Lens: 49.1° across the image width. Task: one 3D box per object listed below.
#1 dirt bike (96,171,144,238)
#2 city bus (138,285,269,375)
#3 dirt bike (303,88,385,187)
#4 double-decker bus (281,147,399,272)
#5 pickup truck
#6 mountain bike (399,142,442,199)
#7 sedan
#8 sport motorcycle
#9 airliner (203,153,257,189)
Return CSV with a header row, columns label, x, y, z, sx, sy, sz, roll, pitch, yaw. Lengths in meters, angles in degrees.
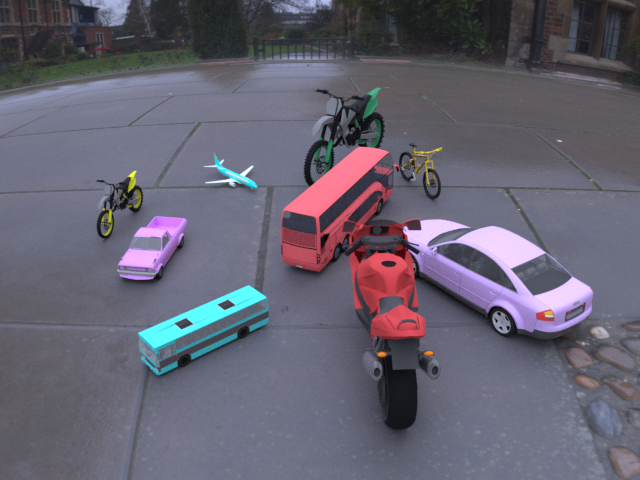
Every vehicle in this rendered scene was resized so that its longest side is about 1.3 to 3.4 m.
label,x,y,z,sx,sy,sz,roll,pitch,yaw
dirt bike,-3.357,-0.658,11.742,0.527,0.857,1.493,7,29,12
city bus,-1.438,1.131,8.862,1.674,0.460,0.476,-23,36,-35
dirt bike,0.542,-2.129,13.604,1.024,1.666,2.903,17,33,29
double-decker bus,0.389,-0.619,11.465,0.756,1.052,3.251,13,31,22
pickup truck,-2.555,0.056,10.789,0.640,0.511,1.603,4,29,8
mountain bike,1.850,-1.356,13.016,0.573,0.868,1.469,-11,31,-20
sedan,2.301,0.329,9.836,1.235,0.940,3.137,-19,34,-31
sport motorcycle,0.790,0.819,8.246,0.983,1.596,2.955,-1,29,-2
airliner,-1.636,-1.304,13.380,1.307,0.429,1.161,25,37,38
